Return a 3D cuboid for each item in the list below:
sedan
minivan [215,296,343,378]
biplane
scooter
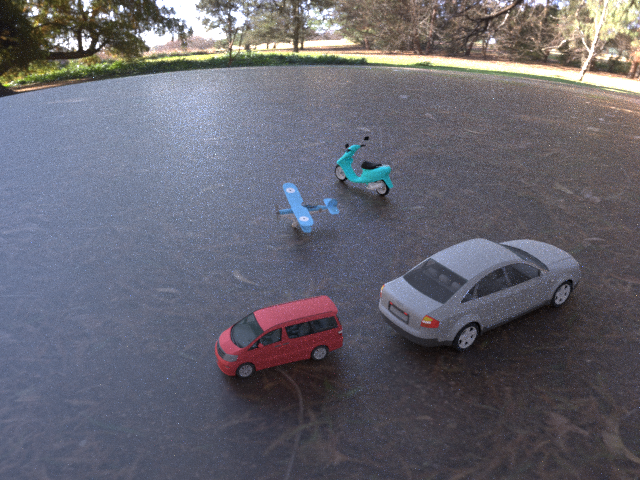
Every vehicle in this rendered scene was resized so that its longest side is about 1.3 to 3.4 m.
[{"bbox_3d":[2.230,0.520,9.375,3.137,0.940,1.235,-17,32,-29],"label":"sedan"},{"bbox_3d":[-0.507,1.151,8.513,1.548,0.616,0.681,-10,29,-19],"label":"minivan"},{"bbox_3d":[-0.219,-0.497,11.802,1.090,0.504,1.336,-8,28,-15],"label":"biplane"},{"bbox_3d":[0.804,-1.392,13.072,1.399,0.919,0.662,24,36,38],"label":"scooter"}]
